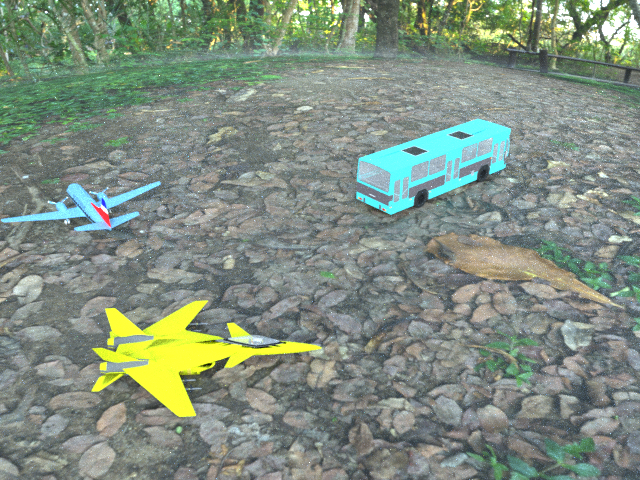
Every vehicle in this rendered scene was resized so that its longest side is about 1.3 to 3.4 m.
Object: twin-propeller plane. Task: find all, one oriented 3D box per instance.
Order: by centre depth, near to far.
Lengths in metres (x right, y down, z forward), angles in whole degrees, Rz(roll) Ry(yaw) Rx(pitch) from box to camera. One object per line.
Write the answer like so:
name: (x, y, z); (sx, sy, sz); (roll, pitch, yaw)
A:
twin-propeller plane: (-3.807, -0.633, 11.510); (2.663, 0.792, 2.129); (-18, 33, -30)

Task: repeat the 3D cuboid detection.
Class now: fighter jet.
fighter jet: (-1.294, 1.213, 8.345); (2.640, 0.557, 2.229); (-2, 28, -4)

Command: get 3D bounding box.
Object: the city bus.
city bus: (2.123, -1.348, 12.724); (3.255, 0.894, 0.926); (-22, 35, -35)
